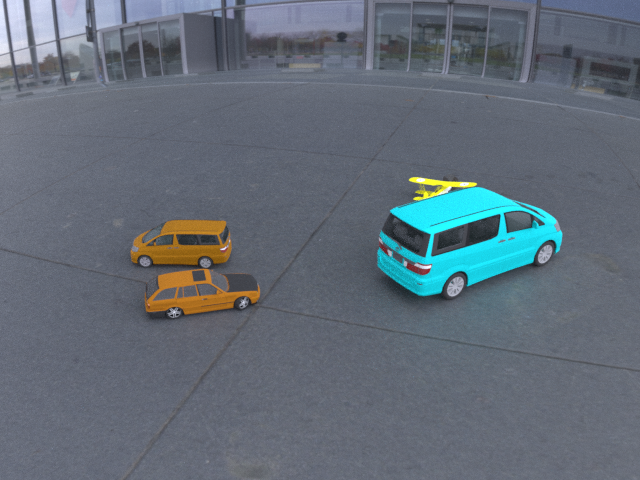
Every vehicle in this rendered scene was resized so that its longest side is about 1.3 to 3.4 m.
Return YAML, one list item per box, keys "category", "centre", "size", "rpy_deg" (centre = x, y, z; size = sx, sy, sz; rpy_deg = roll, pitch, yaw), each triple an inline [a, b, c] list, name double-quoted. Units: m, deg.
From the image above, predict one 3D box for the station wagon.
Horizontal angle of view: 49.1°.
- category: "station wagon"
  centre: [-1.642, 0.693, 9.800]
  size: [1.597, 0.473, 0.682]
  rpy_deg: [-7, 28, -13]

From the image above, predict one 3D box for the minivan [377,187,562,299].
- category: "minivan"
  centre: [2.345, -0.106, 10.555]
  size: [3.011, 1.197, 1.324]
  rpy_deg: [-16, 31, -28]

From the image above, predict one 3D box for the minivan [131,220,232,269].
- category: "minivan"
  centre: [-2.177, 0.036, 10.912]
  size: [1.548, 0.616, 0.681]
  rpy_deg: [1, 27, 2]

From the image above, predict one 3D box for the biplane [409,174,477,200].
- category: "biplane"
  centre: [2.140, -0.877, 12.793]
  size: [1.336, 0.504, 1.090]
  rpy_deg: [19, 33, 32]
